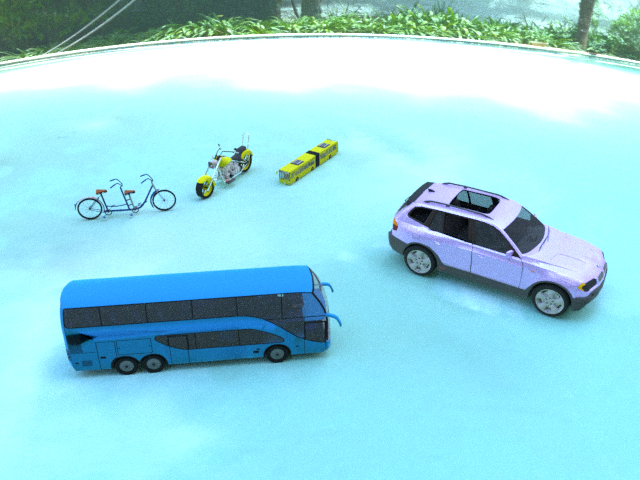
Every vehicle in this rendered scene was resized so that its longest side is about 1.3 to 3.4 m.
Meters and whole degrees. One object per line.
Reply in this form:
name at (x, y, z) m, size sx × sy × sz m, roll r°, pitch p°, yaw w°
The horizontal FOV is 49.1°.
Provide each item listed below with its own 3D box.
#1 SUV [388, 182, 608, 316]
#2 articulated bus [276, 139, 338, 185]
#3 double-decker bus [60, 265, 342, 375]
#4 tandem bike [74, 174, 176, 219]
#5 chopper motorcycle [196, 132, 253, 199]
SUV at (2.489, 0.014, 9.949) m, size 3.058 × 1.128 × 1.276 m, roll 17°, pitch 35°, yaw 27°
articulated bus at (-0.202, -1.502, 13.298) m, size 0.311 × 0.289 × 1.749 m, roll 18°, pitch 35°, yaw 27°
double-decker bus at (-1.395, 0.942, 8.473) m, size 3.251 × 1.052 × 0.756 m, roll -4°, pitch 31°, yaw -6°
tandem bike at (-3.228, -0.710, 11.594) m, size 1.642 × 0.682 × 0.283 m, roll -7°, pitch 32°, yaw -12°
chopper motorcycle at (-1.714, -1.348, 12.582) m, size 0.466 × 0.761 × 1.563 m, roll 17°, pitch 35°, yaw 26°
